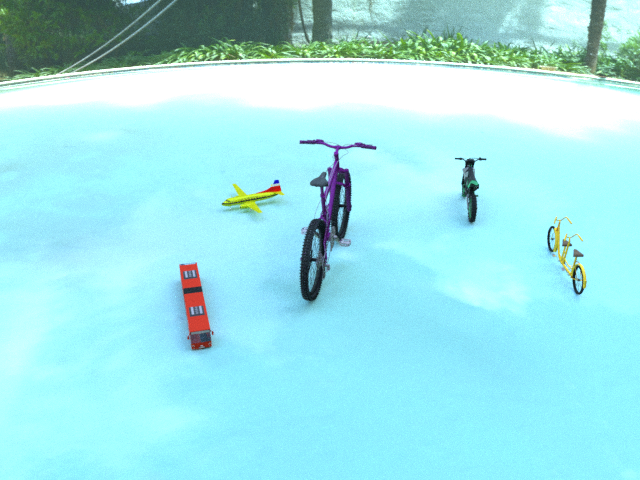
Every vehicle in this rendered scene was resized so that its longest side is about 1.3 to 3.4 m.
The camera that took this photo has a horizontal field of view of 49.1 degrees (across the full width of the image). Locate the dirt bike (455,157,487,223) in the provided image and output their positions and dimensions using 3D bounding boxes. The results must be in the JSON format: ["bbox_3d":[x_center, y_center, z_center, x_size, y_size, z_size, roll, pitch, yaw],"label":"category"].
[{"bbox_3d":[2.515,-0.924,11.785,0.527,0.857,1.493,2,27,4],"label":"dirt bike"}]

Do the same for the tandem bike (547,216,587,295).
[{"bbox_3d":[3.481,0.146,9.881,0.283,0.682,1.642,0,27,0],"label":"tandem bike"}]

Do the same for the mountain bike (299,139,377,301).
[{"bbox_3d":[0.132,-0.398,9.841,1.114,1.688,2.857,6,28,12],"label":"mountain bike"}]

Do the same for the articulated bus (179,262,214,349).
[{"bbox_3d":[-1.620,0.807,9.018,0.311,0.289,1.749,-7,28,-13],"label":"articulated bus"}]

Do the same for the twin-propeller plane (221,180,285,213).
[{"bbox_3d":[-1.165,-0.768,11.974,1.095,0.407,1.370,-12,29,-22],"label":"twin-propeller plane"}]
